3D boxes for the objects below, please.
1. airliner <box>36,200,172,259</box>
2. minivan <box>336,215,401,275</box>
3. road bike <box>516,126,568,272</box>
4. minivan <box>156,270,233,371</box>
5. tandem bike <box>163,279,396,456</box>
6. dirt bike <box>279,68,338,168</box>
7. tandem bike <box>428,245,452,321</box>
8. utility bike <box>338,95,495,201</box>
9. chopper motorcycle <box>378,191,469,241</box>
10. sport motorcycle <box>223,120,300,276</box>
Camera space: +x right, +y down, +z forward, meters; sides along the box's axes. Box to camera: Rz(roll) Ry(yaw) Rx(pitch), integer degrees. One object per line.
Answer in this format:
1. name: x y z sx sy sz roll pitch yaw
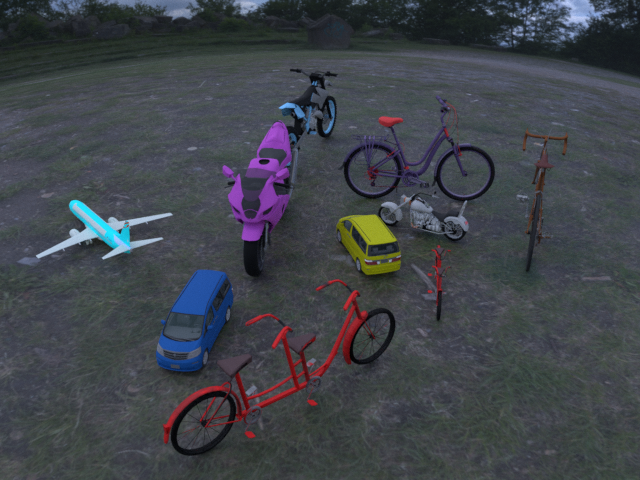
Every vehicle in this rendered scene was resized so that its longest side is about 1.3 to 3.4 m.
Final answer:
1. airliner: -3.551 -0.362 11.236 2.257 0.835 2.541 -22 36 -33
2. minivan: 0.728 -0.040 10.887 0.681 0.616 1.548 -8 30 -14
3. road bike: 3.455 -0.748 11.085 0.697 1.656 3.004 9 31 15
4. minivan: -1.599 1.013 9.018 0.681 0.616 1.548 5 30 9
5. tandem bike: -0.315 1.315 7.758 3.192 1.326 0.550 -21 36 -33
6. dirt bike: -0.253 -2.557 14.285 1.024 1.666 2.903 12 31 20
7. tandem bike: 1.691 0.468 9.918 0.283 0.682 1.642 4 30 7
8. utility bike: 1.721 -1.609 12.427 2.791 1.839 1.039 2 29 4
9. chopper motorcycle: 1.690 -0.454 11.473 1.563 0.761 0.466 16 33 26
10. sport motorcycle: -0.849 -0.723 11.101 0.983 1.596 2.955 3 30 5
